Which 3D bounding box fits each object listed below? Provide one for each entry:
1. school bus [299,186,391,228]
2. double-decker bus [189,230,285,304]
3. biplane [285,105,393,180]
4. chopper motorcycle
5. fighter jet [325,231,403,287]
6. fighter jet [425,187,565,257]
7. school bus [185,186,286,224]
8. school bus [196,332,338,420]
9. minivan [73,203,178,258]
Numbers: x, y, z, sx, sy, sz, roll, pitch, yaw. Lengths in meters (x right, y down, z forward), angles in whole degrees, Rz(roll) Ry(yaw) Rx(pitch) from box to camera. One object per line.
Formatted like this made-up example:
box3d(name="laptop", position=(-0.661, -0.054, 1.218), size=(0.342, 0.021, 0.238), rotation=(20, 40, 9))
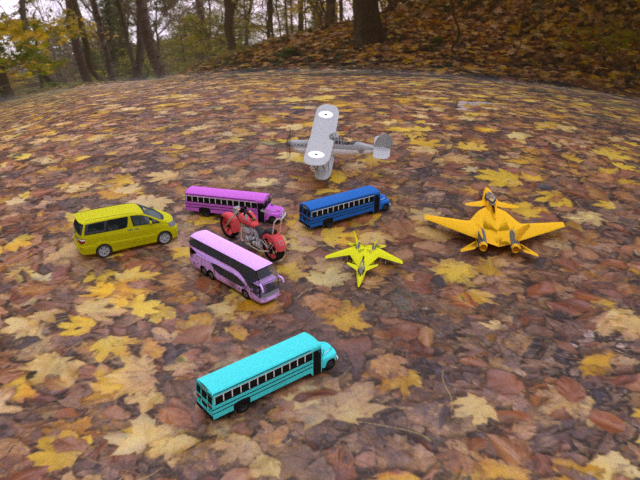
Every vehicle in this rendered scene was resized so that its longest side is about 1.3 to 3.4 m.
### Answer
box3d(name="school bus", position=(0.451, -0.573, 11.762), size=(1.708, 0.434, 0.365), rotation=(-16, 31, -30))
box3d(name="double-decker bus", position=(-1.198, 0.368, 9.727), size=(1.672, 0.541, 0.389), rotation=(24, 35, 39))
box3d(name="biplane", position=(0.353, -1.806, 13.650), size=(2.120, 0.981, 2.598), rotation=(3, 26, 6))
box3d(name="chopper motorcycle", position=(-1.048, -0.205, 10.644), size=(0.466, 0.761, 1.563), rotation=(-21, 33, -36))
box3d(name="fighter jet", position=(0.629, 0.274, 10.206), size=(1.147, 0.286, 1.358), rotation=(4, 26, 8))
box3d(name="fighter jet", position=(2.856, -0.530, 11.535), size=(2.229, 0.557, 2.640), rotation=(3, 26, 7))
box3d(name="school bus", position=(-1.427, -0.602, 11.821), size=(1.708, 0.434, 0.365), rotation=(6, 27, 13))
box3d(name="school bus", position=(-0.532, 1.434, 7.679), size=(1.708, 0.434, 0.365), rotation=(-19, 32, -34))
box3d(name="minivan", position=(-2.994, -0.211, 10.821), size=(1.548, 0.616, 0.681), rotation=(-14, 29, -26))
